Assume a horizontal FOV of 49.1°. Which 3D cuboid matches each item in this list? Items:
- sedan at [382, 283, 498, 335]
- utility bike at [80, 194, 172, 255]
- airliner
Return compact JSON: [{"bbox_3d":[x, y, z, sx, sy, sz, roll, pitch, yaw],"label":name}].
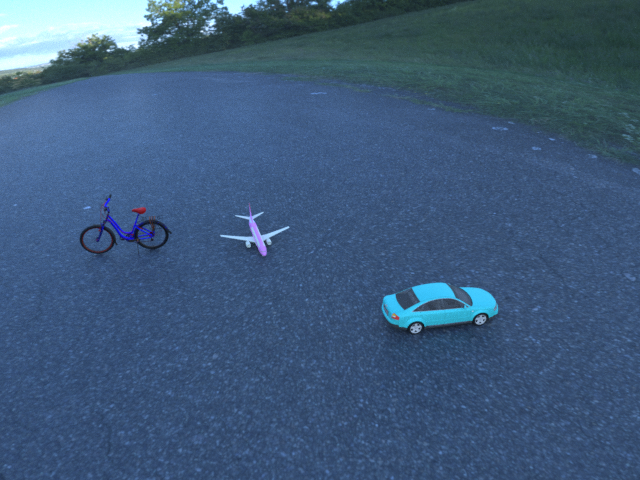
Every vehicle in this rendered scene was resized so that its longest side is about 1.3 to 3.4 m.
[{"bbox_3d":[1.651,0.869,9.557,1.613,0.483,0.635,-6,29,-11],"label":"sedan"},{"bbox_3d":[-3.080,-0.197,11.039,1.435,0.946,0.535,-5,29,-10],"label":"utility bike"},{"bbox_3d":[-1.043,-0.162,11.516,1.161,0.429,1.307,-8,29,-14],"label":"airliner"}]
